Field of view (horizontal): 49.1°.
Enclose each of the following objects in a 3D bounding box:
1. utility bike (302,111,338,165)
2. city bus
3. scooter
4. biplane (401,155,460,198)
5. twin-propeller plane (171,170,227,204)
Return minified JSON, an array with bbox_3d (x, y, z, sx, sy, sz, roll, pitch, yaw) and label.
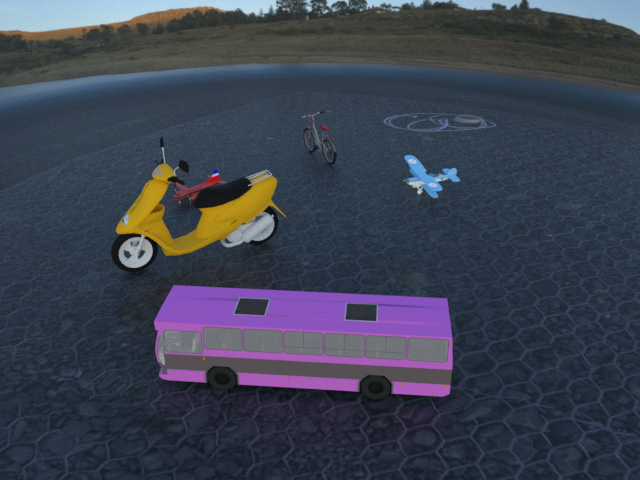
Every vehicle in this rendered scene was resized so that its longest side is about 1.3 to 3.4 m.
[{"bbox_3d":[-0.052,-2.117,14.407,0.535,0.946,1.435,-14,30,-25],"label":"utility bike"},{"bbox_3d":[-0.167,1.165,7.971,3.255,0.894,0.926,2,27,5],"label":"city bus"},{"bbox_3d":[-1.793,-0.552,10.380,2.721,1.786,1.288,-13,30,-24],"label":"scooter"},{"bbox_3d":[2.041,-1.131,12.945,1.090,0.504,1.336,-8,28,-16],"label":"biplane"},{"bbox_3d":[-2.243,-0.965,12.724,1.370,0.407,1.095,24,35,38],"label":"twin-propeller plane"}]
